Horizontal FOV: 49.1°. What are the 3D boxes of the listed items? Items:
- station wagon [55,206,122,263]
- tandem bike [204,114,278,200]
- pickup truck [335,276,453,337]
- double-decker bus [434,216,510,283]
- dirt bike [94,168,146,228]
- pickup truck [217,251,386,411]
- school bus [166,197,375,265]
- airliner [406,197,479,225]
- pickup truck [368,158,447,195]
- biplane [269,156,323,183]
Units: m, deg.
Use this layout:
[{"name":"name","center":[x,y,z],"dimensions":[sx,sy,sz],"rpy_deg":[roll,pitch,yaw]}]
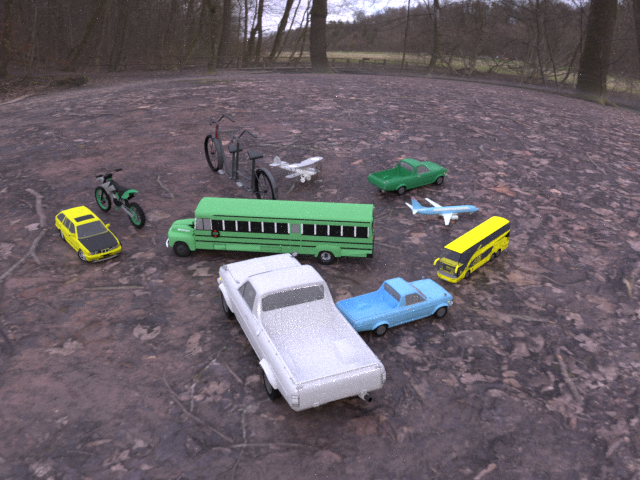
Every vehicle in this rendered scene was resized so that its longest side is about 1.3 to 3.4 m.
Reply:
[{"name":"station wagon","center":[-3.811,-0.137,11.458],"dimensions":[0.682,0.473,1.597],"rpy_deg":[-19,32,-33]},{"name":"tandem bike","center":[-1.579,-1.556,13.337],"dimensions":[0.550,1.326,3.192],"rpy_deg":[-15,30,-28]},{"name":"pickup truck","center":[1.009,0.843,9.462],"dimensions":[1.603,0.511,0.640],"rpy_deg":[-13,29,-24]},{"name":"double-decker bus","center":[2.384,0.149,10.812],"dimensions":[0.389,0.541,1.672],"rpy_deg":[22,34,37]},{"name":"dirt bike","center":[-3.546,-0.752,12.256],"dimensions":[1.493,0.857,0.527],"rpy_deg":[22,34,37]},{"name":"pickup truck","center":[-0.356,0.951,8.708],"dimensions":[1.244,0.993,3.117],"rpy_deg":[-10,28,-20]},{"name":"school bus","center":[-0.799,-0.175,11.119],"dimensions":[3.322,0.844,0.709],"rpy_deg":[3,27,6]},{"name":"airliner","center":[2.214,-0.611,12.452],"dimensions":[1.307,0.429,1.161],"rpy_deg":[-5,27,-9]},{"name":"pickup truck","center":[1.730,-1.289,13.713],"dimensions":[1.603,0.511,0.640],"rpy_deg":[-16,31,-28]},{"name":"biplane","center":[-0.462,-1.451,14.043],"dimensions":[1.090,0.504,1.336],"rpy_deg":[14,30,26]}]
